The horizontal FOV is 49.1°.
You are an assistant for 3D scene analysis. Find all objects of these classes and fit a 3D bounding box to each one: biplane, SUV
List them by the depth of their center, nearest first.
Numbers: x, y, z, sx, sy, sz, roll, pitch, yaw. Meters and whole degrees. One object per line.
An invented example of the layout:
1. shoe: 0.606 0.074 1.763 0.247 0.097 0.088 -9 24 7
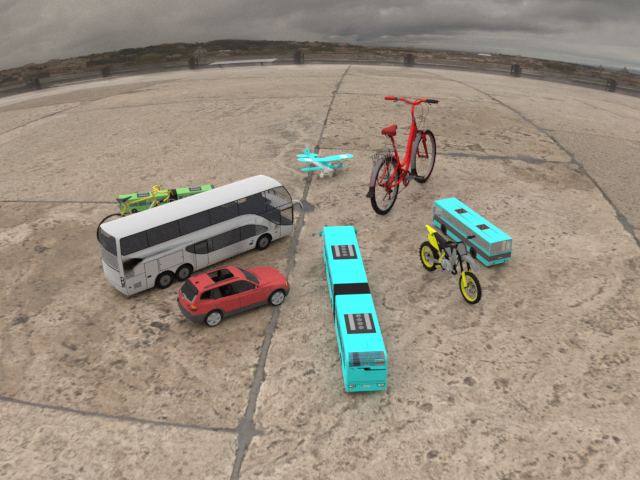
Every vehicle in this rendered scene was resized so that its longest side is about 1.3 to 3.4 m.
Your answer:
1. SUV: -1.185 0.673 9.686 1.572 0.580 0.656 -16 32 -28
2. biplane: 0.022 -1.555 13.979 1.336 0.504 1.090 -20 34 -32

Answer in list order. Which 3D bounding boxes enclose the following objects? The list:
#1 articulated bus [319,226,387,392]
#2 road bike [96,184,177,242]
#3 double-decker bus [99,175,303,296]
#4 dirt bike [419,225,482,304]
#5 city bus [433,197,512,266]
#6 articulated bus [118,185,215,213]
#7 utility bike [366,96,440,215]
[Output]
1. articulated bus: 0.412 0.776 9.511 0.605 0.561 3.401 -2 28 -4
2. road bike: -2.929 -0.398 11.420 1.545 0.852 0.358 -22 35 -35
3. double-decker bus: -1.744 -0.159 10.754 3.251 1.052 0.756 -22 35 -35
4. dirt bike: 1.885 0.288 10.118 0.527 0.857 1.493 -13 30 -23
5. city bus: 2.433 -0.139 11.350 0.476 0.460 1.674 -11 30 -20
6. articulated bus: -2.761 -0.745 12.678 1.749 0.289 0.311 -8 29 -15
7. utility bike: 1.456 -1.634 12.700 1.039 1.839 2.791 16 32 28
